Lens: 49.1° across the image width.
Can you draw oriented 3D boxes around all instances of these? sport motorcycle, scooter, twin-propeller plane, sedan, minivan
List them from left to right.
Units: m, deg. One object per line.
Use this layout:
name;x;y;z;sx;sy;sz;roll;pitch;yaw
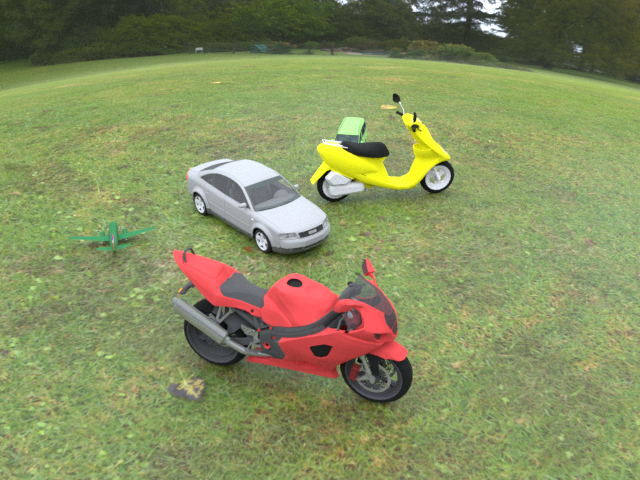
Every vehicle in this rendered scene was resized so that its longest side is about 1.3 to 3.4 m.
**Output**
twin-propeller plane;-3.355;-0.102;11.357;1.370;0.407;1.095;-8;30;-14
sedan;-1.107;-0.723;11.933;1.235;0.940;3.137;-23;36;-35
sport motorcycle;-0.344;0.987;8.141;2.955;1.596;0.983;10;30;18
minivan;0.617;-2.062;14.705;0.681;0.616;1.548;5;29;9
scooter;1.176;-1.584;12.621;2.721;1.786;1.288;-5;29;-10
